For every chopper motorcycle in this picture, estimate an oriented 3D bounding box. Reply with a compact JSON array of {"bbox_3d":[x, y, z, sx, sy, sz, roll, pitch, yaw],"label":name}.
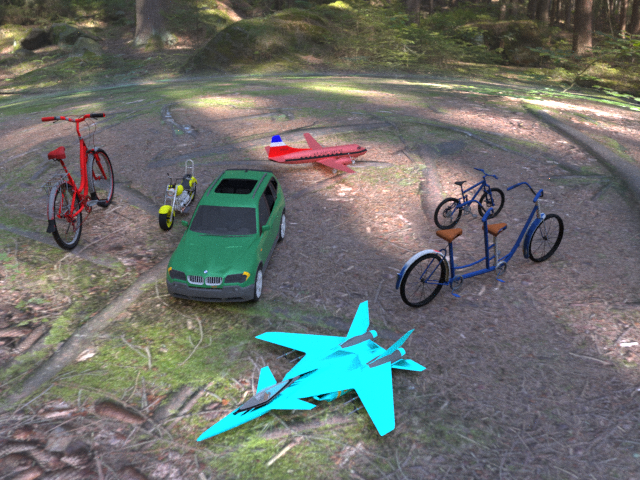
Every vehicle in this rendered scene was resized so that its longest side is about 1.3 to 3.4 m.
[{"bbox_3d":[-2.430,-0.783,11.946,0.466,0.761,1.563,4,26,8],"label":"chopper motorcycle"}]

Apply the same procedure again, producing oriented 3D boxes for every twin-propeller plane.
[{"bbox_3d":[-0.019,-1.810,14.042,2.129,0.792,2.663,-9,27,-18],"label":"twin-propeller plane"}]

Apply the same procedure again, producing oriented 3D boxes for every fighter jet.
[{"bbox_3d":[-0.178,1.456,7.534,2.640,0.557,2.229,-19,32,-34],"label":"fighter jet"}]

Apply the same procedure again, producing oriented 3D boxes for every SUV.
[{"bbox_3d":[-1.284,-0.160,10.229,1.276,1.128,3.058,3,26,7],"label":"SUV"}]

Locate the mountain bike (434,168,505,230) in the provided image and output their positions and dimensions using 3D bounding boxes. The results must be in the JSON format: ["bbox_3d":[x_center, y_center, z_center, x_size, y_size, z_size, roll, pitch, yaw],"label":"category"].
[{"bbox_3d":[2.500,-0.663,11.573,1.469,0.868,0.573,-13,29,-25],"label":"mountain bike"}]

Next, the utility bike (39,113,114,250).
[{"bbox_3d":[-3.969,-1.058,11.275,1.039,1.839,2.791,1,26,3],"label":"utility bike"}]

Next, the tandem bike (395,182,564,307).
[{"bbox_3d":[2.310,0.016,9.637,3.192,1.326,0.550,-16,30,-29],"label":"tandem bike"}]
